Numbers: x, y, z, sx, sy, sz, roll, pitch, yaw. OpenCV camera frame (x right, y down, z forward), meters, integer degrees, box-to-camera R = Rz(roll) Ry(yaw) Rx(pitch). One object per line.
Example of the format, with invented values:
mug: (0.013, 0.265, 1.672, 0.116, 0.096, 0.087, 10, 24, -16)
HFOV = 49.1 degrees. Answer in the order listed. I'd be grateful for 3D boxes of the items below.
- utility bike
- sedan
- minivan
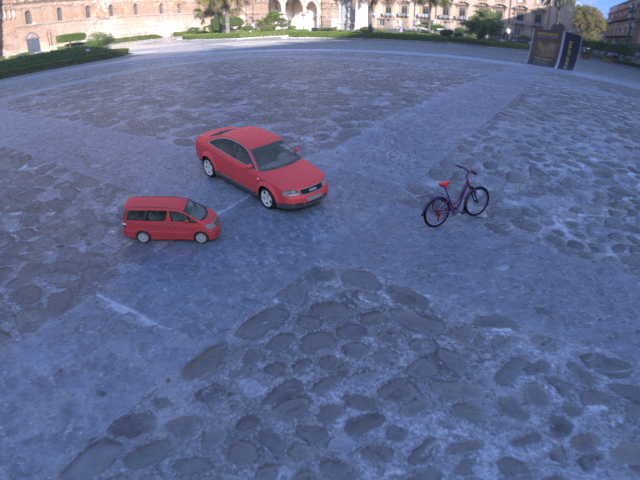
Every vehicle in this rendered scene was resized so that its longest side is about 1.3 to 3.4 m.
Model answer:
utility bike: (2.274, -0.760, 11.803, 1.435, 0.946, 0.535, -15, 33, -24)
sedan: (-1.132, -1.488, 13.074, 1.235, 0.940, 3.137, -24, 38, -35)
minivan: (-2.410, -0.351, 11.425, 1.548, 0.616, 0.681, 1, 30, 1)
